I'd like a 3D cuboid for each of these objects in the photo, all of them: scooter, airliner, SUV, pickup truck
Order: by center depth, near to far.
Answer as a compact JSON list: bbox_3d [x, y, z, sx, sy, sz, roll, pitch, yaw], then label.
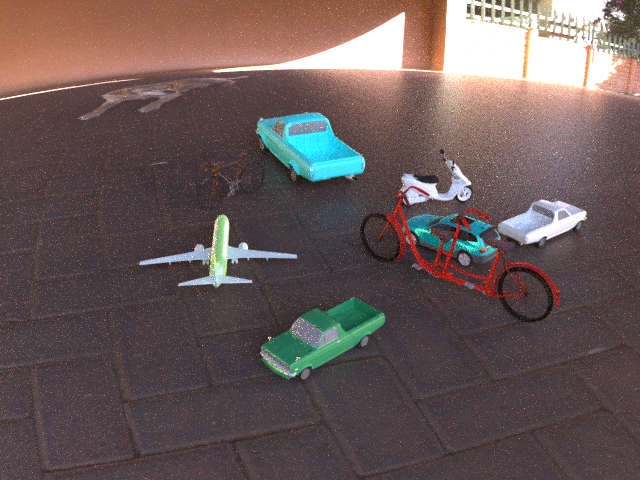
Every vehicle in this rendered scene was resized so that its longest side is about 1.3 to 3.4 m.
[{"bbox_3d":[0.055,1.124,8.459,1.603,0.511,0.640,-23,35,-37],"label":"pickup truck"},{"bbox_3d":[-1.488,-0.009,10.300,2.257,0.835,2.541,-2,27,-5],"label":"airliner"},{"bbox_3d":[2.007,-0.103,10.759,1.572,0.580,0.656,23,35,37],"label":"SUV"},{"bbox_3d":[3.594,-0.321,11.259,1.603,0.511,0.640,-19,33,-32],"label":"pickup truck"},{"bbox_3d":[2.032,-1.037,12.201,1.399,0.919,0.662,-5,28,-9],"label":"scooter"},{"bbox_3d":[-0.270,-1.926,13.842,1.244,0.993,3.117,-11,29,-21],"label":"pickup truck"}]

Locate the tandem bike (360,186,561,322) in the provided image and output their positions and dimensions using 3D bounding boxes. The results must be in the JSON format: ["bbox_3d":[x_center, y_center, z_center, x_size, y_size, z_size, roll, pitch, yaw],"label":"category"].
[{"bbox_3d":[1.787,0.106,9.543,3.192,1.326,0.550,23,35,37],"label":"tandem bike"}]

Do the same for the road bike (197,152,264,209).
[{"bbox_3d":[-1.567,-1.094,12.384,0.358,0.852,1.545,24,35,38],"label":"road bike"}]
